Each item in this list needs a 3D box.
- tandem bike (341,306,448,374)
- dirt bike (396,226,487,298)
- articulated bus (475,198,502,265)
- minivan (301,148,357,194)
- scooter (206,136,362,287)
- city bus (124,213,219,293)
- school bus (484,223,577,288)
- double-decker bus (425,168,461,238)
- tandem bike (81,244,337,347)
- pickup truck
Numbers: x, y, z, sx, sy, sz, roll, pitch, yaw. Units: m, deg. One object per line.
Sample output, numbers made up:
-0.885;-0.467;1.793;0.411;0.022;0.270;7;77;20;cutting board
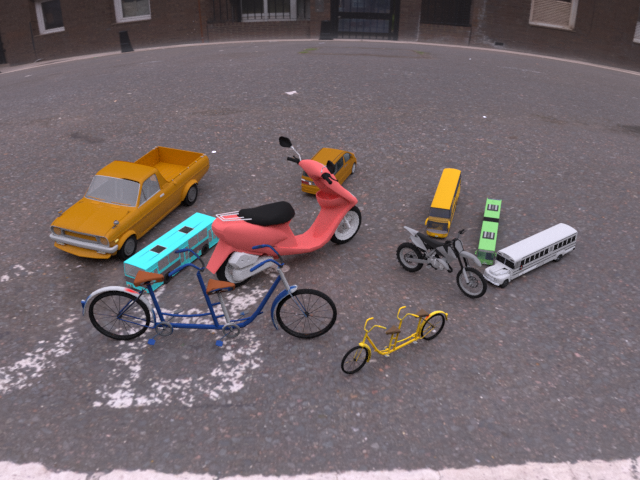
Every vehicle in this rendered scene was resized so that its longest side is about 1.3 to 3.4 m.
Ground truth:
0.943;1.144;8.569;1.642;0.682;0.283;-18;35;-27;tandem bike
1.712;0.255;9.875;1.493;0.857;0.527;24;38;34;dirt bike
2.693;-0.163;11.122;0.311;0.289;1.749;8;32;14;articulated bus
0.188;-1.331;12.746;0.681;0.616;1.548;11;33;18;minivan
-0.436;-0.408;10.076;2.721;1.786;1.288;-22;37;-31;scooter
-2.157;0.183;10.381;0.476;0.460;1.674;16;35;25;city bus
3.112;0.217;10.349;1.708;0.434;0.365;-20;36;-30;school bus
2.071;-0.616;11.629;0.389;0.541;1.672;9;32;14;double-decker bus
-1.381;0.708;8.669;3.192;1.326;0.550;0;31;0;tandem bike
-3.013;-0.779;11.463;1.244;0.993;3.117;11;33;18;pickup truck
